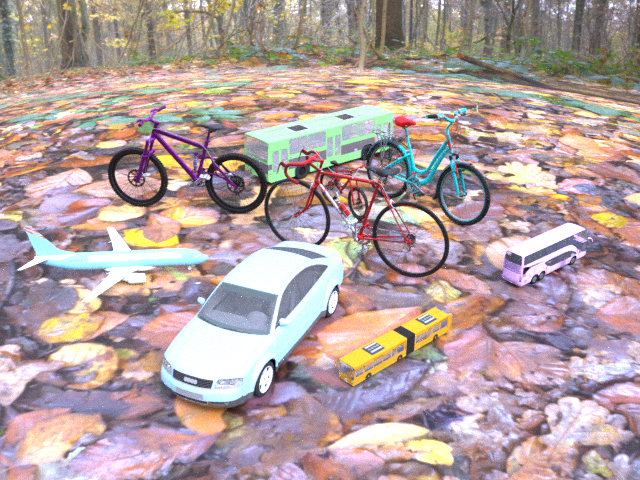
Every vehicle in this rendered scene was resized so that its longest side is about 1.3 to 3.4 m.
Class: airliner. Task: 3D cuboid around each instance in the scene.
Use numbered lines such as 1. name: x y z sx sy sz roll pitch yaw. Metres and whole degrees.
1. airliner: -2.893 0.119 10.015 2.541 0.835 2.257 -3 26 -6

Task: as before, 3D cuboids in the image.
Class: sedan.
1. sedan: -0.717 0.811 8.491 1.235 0.940 3.137 11 28 22

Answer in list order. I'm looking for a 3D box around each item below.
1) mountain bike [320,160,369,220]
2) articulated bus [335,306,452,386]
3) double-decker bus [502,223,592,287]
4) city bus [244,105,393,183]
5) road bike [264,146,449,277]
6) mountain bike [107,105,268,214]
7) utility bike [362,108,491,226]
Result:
1. mountain bike: 0.399 -0.928 12.104 0.573 0.868 1.469 -15 30 -28
2. articulated bus: 0.923 1.240 8.356 1.749 0.289 0.311 -21 33 -37
3. double-decker bus: 3.321 0.189 10.205 1.672 0.541 0.389 -19 32 -33
4. city bus: 0.047 -1.948 14.145 3.255 0.894 0.926 -20 32 -35
5. road bike: 0.457 -0.414 10.169 3.004 1.656 0.697 13 29 25
6. mountain bike: -2.296 -1.297 11.925 2.857 1.688 1.114 4 27 9
7. utility bike: 1.832 -1.409 11.982 1.039 1.839 2.791 -23 34 -38
